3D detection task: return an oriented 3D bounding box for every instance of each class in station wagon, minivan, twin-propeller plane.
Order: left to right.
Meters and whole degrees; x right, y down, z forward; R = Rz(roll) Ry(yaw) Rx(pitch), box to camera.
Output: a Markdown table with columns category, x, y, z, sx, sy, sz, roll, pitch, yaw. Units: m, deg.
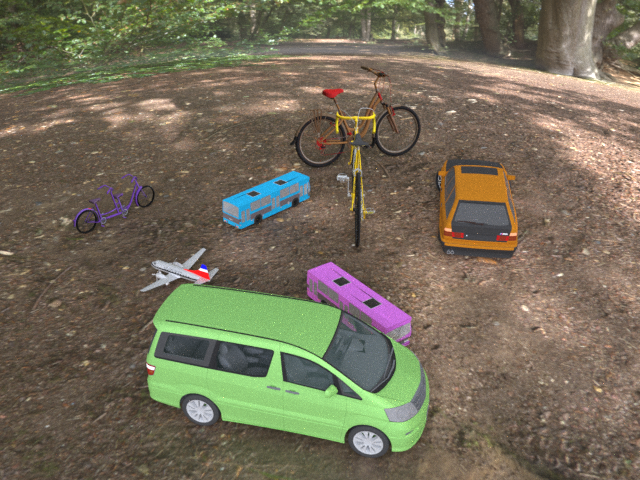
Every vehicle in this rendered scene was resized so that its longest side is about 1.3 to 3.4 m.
| category | x | y | z | sx | sy | sz | roll | pitch | yaw |
| --- | --- | --- | --- | --- | --- | --- | --- | --- | --- |
| twin-propeller plane | -2.010 | 0.411 | 10.025 | 1.095 | 0.407 | 1.370 | 16 | 32 | 26 |
| minivan | -0.321 | 1.325 | 7.541 | 3.011 | 1.197 | 1.324 | 7 | 30 | 13 |
| station wagon | 2.599 | -0.768 | 11.638 | 1.327 | 0.920 | 3.105 | 4 | 29 | 8 |

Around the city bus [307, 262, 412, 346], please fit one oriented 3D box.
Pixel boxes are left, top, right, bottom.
| category | x | y | z | sx | sy | sz | roll | pitch | yaw |
| --- | --- | --- | --- | --- | --- | --- | --- | --- | --- |
| city bus | 0.472 | 0.876 | 9.124 | 0.476 | 0.460 | 1.674 | -19 | 34 | -31 |

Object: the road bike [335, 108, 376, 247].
| category | x | y | z | sx | sy | sz | roll | pitch | yaw |
| --- | --- | --- | --- | --- | --- | --- | --- | --- | --- |
| road bike | 0.597 | -1.131 | 11.537 | 0.696 | 1.656 | 3.004 | 0 | 29 | 1 |

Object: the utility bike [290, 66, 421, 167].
| category | x | y | z | sx | sy | sz | roll | pitch | yaw |
| --- | --- | --- | --- | --- | --- | --- | --- | --- | --- |
| utility bike | 0.697 | -2.439 | 13.728 | 2.791 | 1.839 | 1.039 | -10 | 30 | -17 |

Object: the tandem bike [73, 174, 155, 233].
| category | x | y | z | sx | sy | sz | roll | pitch | yaw |
| --- | --- | --- | --- | --- | --- | --- | --- | --- | --- |
| tandem bike | -3.414 | -0.642 | 11.657 | 0.283 | 0.682 | 1.642 | 21 | 35 | 33 |

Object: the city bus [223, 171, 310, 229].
| category | x | y | z | sx | sy | sz | roll | pitch | yaw |
| --- | --- | --- | --- | --- | --- | --- | --- | --- | --- |
| city bus | -0.887 | -0.680 | 11.958 | 0.476 | 0.460 | 1.674 | 24 | 37 | 37 |
